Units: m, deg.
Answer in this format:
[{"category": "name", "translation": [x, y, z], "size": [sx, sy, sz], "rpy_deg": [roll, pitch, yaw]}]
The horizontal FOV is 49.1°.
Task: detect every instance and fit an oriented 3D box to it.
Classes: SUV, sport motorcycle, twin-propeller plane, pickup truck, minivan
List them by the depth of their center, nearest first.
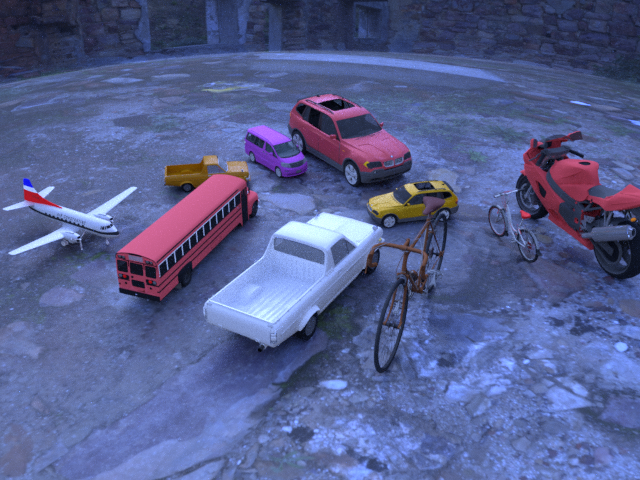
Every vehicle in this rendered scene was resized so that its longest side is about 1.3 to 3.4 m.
[{"category": "pickup truck", "translation": [-0.243, 0.384, 9.679], "size": [1.244, 0.993, 3.117], "rpy_deg": [16, 33, 26]}, {"category": "sport motorcycle", "translation": [4.026, -0.619, 10.835], "size": [0.983, 1.596, 2.955], "rpy_deg": [-11, 32, -19]}, {"category": "twin-propeller plane", "translation": [-4.070, -0.455, 11.360], "size": [2.129, 0.792, 2.663], "rpy_deg": [16, 33, 25]}, {"category": "SUV", "translation": [1.578, -0.650, 11.918], "size": [1.572, 0.580, 0.656], "rpy_deg": [-7, 30, -12]}, {"category": "pickup truck", "translation": [-2.109, -1.273, 13.088], "size": [1.603, 0.511, 0.640], "rpy_deg": [-5, 30, -9]}, {"category": "minivan", "translation": [-0.875, -1.755, 13.830], "size": [0.681, 0.616, 1.548], "rpy_deg": [-21, 35, -32]}, {"category": "SUV", "translation": [0.529, -2.068, 13.863], "size": [1.276, 1.128, 3.058], "rpy_deg": [-18, 34, -29]}]

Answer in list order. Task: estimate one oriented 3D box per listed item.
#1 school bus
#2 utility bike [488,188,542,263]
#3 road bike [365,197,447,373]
[{"category": "school bus", "translation": [-1.899, -0.197, 10.853], "size": [0.709, 0.844, 3.322], "rpy_deg": [11, 31, 18]}, {"category": "utility bike", "translation": [2.982, -0.265, 10.871], "size": [0.535, 0.946, 1.435], "rpy_deg": [-10, 31, -17]}, {"category": "road bike", "translation": [1.236, 0.393, 8.990], "size": [0.697, 1.656, 3.004], "rpy_deg": [12, 32, 21]}]
